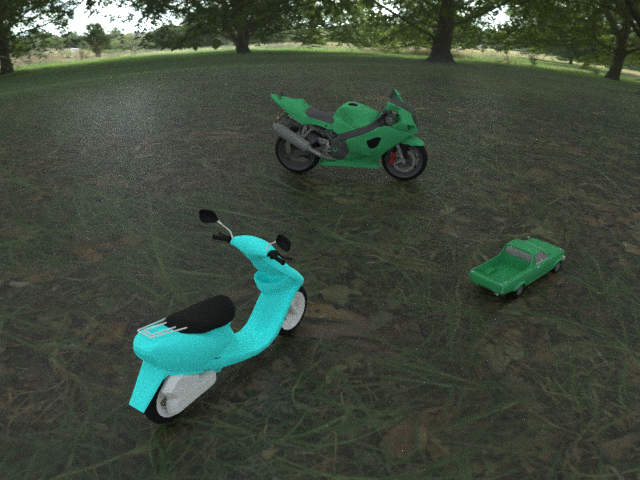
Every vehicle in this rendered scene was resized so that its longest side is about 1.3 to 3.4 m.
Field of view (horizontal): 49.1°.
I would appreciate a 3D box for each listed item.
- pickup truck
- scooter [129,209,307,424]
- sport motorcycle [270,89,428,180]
[{"bbox_3d":[2.774,0.323,9.769,1.603,0.511,0.640,-23,35,-37],"label":"pickup truck"},{"bbox_3d":[-0.994,0.725,7.589,1.288,1.786,2.721,19,33,32],"label":"scooter"},{"bbox_3d":[0.535,-1.937,12.979,2.955,1.596,0.983,5,28,10],"label":"sport motorcycle"}]
